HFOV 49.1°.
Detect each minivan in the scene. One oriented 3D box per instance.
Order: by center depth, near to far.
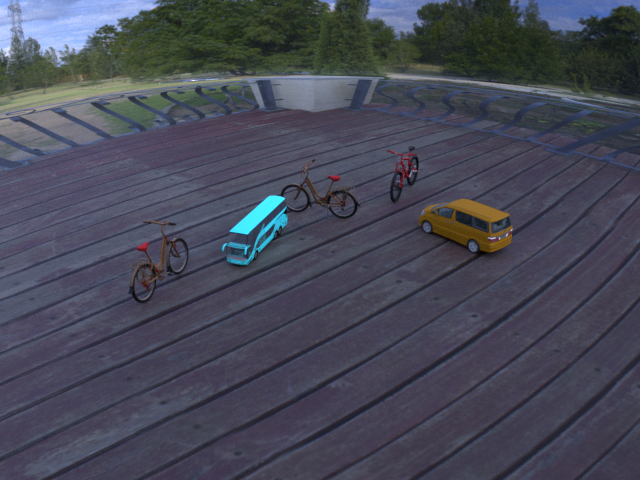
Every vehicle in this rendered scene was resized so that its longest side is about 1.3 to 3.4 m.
[{"bbox_3d":[2.285,-0.303,11.140,0.681,0.616,1.548,-21,33,-36],"label":"minivan"}]

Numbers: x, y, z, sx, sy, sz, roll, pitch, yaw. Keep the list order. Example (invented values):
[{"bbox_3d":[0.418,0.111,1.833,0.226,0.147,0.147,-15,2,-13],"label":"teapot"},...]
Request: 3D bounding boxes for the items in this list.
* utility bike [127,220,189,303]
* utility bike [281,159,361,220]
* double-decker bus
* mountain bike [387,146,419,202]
[{"bbox_3d":[-2.275,0.227,9.670,0.535,0.946,1.435,10,28,19],"label":"utility bike"},{"bbox_3d":[-0.014,-0.819,11.825,1.435,0.946,0.535,8,27,16],"label":"utility bike"},{"bbox_3d":[-0.971,-0.154,10.917,0.389,0.541,1.672,9,27,18],"label":"double-decker bus"},{"bbox_3d":[1.567,-1.278,12.859,0.573,0.868,1.469,12,28,23],"label":"mountain bike"}]
